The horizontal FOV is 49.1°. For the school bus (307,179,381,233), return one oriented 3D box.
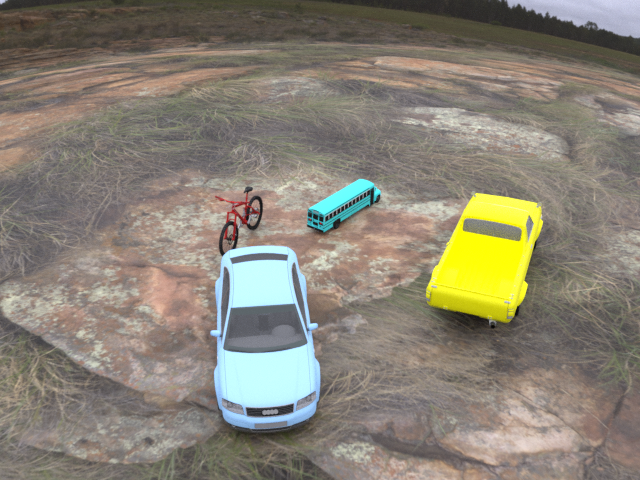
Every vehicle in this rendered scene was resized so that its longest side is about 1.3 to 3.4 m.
[{"bbox_3d":[0.448,-0.614,11.724,0.365,0.434,1.708,22,36,32],"label":"school bus"}]

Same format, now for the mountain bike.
[{"bbox_3d":[-1.219,-0.358,10.852,0.573,0.868,1.469,11,32,17],"label":"mountain bike"}]

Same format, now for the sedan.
[{"bbox_3d":[-0.684,0.976,8.486,1.235,0.940,3.137,-3,30,-6],"label":"sedan"}]

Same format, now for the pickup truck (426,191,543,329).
[{"bbox_3d":[2.422,0.091,9.955,1.244,0.993,3.117,11,32,19],"label":"pickup truck"}]
